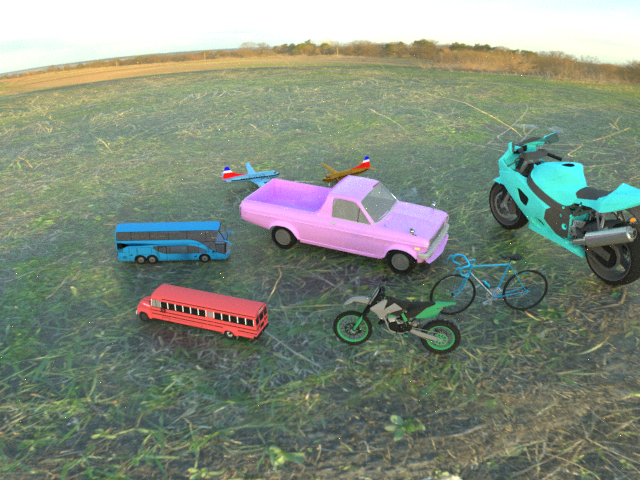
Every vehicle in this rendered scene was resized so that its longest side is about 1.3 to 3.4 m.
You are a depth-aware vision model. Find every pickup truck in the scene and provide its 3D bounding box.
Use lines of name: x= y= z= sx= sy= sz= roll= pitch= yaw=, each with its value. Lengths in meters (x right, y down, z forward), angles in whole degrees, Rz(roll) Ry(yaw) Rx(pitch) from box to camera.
pickup truck: x=0.363 y=-0.400 z=10.584 sx=3.117 sy=0.993 sz=1.244 roll=12 pitch=29 yaw=22

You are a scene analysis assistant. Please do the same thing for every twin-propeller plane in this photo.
twin-propeller plane: x=-1.254 y=-1.207 z=12.850 sx=1.095 sy=0.407 sz=1.370 roll=-10 pitch=28 yaw=-18
twin-propeller plane: x=0.499 y=-1.276 z=12.988 sx=1.095 sy=0.407 sz=1.370 roll=-17 pitch=31 yaw=-30

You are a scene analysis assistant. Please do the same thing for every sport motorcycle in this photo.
sport motorcycle: x=3.545 y=-0.510 z=10.128 sx=0.983 sy=1.596 sz=2.955 roll=-15 pitch=30 yaw=-27

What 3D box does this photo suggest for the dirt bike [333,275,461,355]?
dirt bike: x=0.891 y=0.914 z=8.109 sx=1.493 sy=0.857 sz=0.527 roll=4 pitch=27 yaw=9

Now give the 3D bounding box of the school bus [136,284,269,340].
school bus: x=-1.491 y=0.874 z=8.663 sx=1.708 sy=0.434 sz=0.365 roll=9 pitch=28 yaw=17

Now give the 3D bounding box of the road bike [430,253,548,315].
road bike: x=2.151 y=0.553 z=8.836 sx=1.545 sy=0.852 sz=0.358 roll=-3 pitch=27 yaw=-6

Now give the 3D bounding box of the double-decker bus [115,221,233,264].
double-decker bus: x=-2.121 y=0.027 z=10.234 sx=1.672 sy=0.541 sz=0.389 roll=-1 pitch=27 yaw=-3
